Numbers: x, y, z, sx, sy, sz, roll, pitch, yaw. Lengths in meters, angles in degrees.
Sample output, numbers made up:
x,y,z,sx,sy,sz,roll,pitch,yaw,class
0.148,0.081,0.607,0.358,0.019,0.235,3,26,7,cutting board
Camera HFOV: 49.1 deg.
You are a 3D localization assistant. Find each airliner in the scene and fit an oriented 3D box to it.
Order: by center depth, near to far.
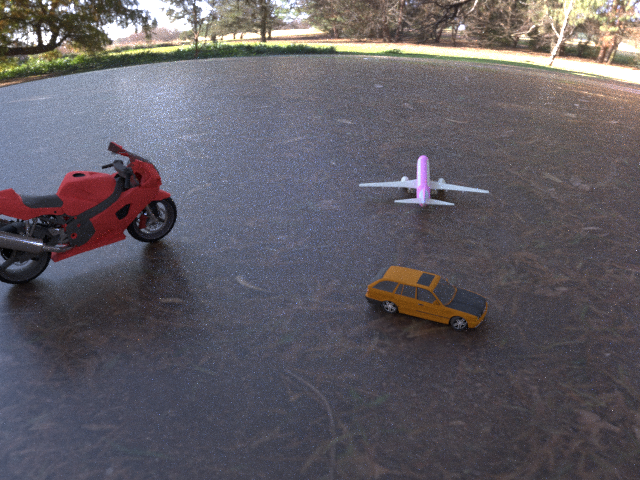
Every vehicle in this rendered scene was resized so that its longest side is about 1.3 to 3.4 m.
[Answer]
x,y,z,sx,sy,sz,roll,pitch,yaw,class
1.858,-1.207,12.494,2.257,0.835,2.541,4,29,6,airliner

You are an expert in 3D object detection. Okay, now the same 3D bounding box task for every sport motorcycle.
x,y,z,sx,sy,sz,roll,pitch,yaw,class
-3.481,-0.387,10.211,2.955,1.596,0.983,-20,34,-32,sport motorcycle

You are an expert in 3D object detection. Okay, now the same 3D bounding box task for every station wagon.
x,y,z,sx,sy,sz,roll,pitch,yaw,class
1.432,0.730,9.345,1.597,0.473,0.682,12,31,21,station wagon
